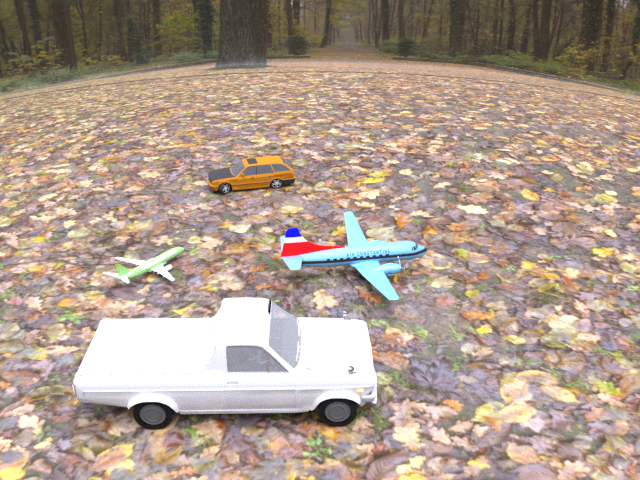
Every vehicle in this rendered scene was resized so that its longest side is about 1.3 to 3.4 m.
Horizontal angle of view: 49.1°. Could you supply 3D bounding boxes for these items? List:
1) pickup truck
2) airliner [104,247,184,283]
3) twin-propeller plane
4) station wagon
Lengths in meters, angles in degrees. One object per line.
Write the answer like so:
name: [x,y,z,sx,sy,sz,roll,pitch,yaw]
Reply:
pickup truck: [-0.944,1.223,7.425,3.117,0.993,1.244,-1,27,-1]
airliner: [-2.398,0.265,9.922,1.161,0.429,1.307,17,32,30]
twin-propeller plane: [0.502,0.115,9.817,2.129,0.792,2.663,-5,27,-9]
station wagon: [-1.269,-1.222,12.785,1.597,0.473,0.682,-7,28,-13]
